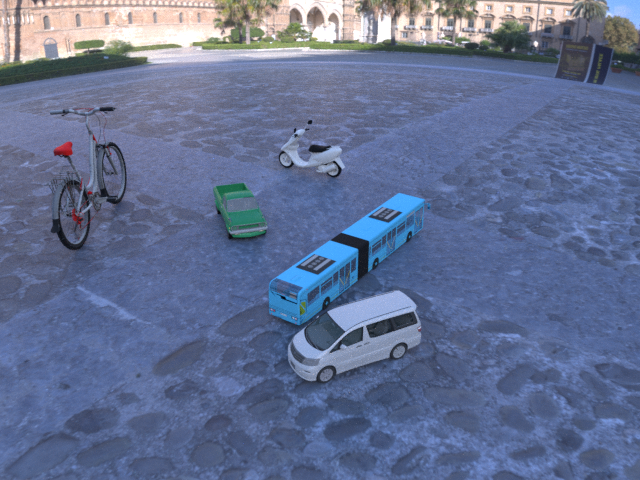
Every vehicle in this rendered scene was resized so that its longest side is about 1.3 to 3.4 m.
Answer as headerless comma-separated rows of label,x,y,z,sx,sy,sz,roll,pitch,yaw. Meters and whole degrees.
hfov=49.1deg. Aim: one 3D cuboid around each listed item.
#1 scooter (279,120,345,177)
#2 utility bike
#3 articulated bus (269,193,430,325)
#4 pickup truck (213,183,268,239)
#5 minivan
scooter,-0.173,-1.686,13.014,1.399,0.919,0.662,14,30,25
utility bike,-3.680,-1.081,10.830,1.039,1.839,2.791,3,27,5
articulated bus,0.509,0.161,9.813,0.605,0.561,3.401,17,32,30
pickup truck,-1.304,-0.542,11.235,0.640,0.511,1.603,-8,28,-15
minivan,0.389,1.076,7.975,1.548,0.616,0.681,-13,30,-24
